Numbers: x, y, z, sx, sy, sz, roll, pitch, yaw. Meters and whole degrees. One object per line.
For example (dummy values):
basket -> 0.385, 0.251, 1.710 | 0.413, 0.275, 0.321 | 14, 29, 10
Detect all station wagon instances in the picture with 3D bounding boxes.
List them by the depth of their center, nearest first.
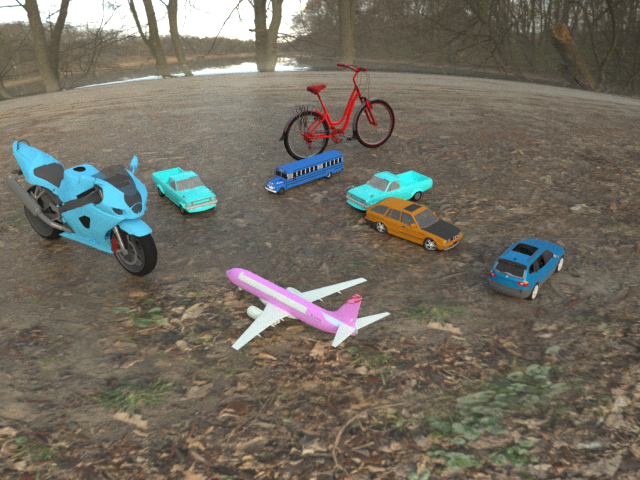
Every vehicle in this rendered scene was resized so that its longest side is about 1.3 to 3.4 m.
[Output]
station wagon -> 1.489, -0.293, 11.123 | 1.597, 0.473, 0.682 | 22, 34, 37

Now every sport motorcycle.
sport motorcycle -> -3.483, -0.501, 10.281 | 2.955, 1.596, 0.983 | 18, 32, 32

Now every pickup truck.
pickup truck -> 1.236, -0.918, 12.336 | 1.603, 0.511, 0.640 | -18, 32, -32
pickup truck -> -2.419, -0.940, 12.380 | 0.640, 0.511, 1.603 | -17, 31, -30

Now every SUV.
SUV -> 2.912, 0.305, 9.802 | 0.656, 0.580, 1.572 | 18, 32, 32

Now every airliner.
airliner -> -0.396, 0.631, 8.862 | 2.541, 0.835, 2.257 | 24, 35, 39

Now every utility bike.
utility bike -> 0.344, -2.657, 14.337 | 2.791, 1.839, 1.039 | -15, 30, -27

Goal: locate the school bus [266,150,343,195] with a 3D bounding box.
school bus -> -0.285, -1.276, 13.141 | 1.708, 0.434, 0.365 | -22, 34, -37
